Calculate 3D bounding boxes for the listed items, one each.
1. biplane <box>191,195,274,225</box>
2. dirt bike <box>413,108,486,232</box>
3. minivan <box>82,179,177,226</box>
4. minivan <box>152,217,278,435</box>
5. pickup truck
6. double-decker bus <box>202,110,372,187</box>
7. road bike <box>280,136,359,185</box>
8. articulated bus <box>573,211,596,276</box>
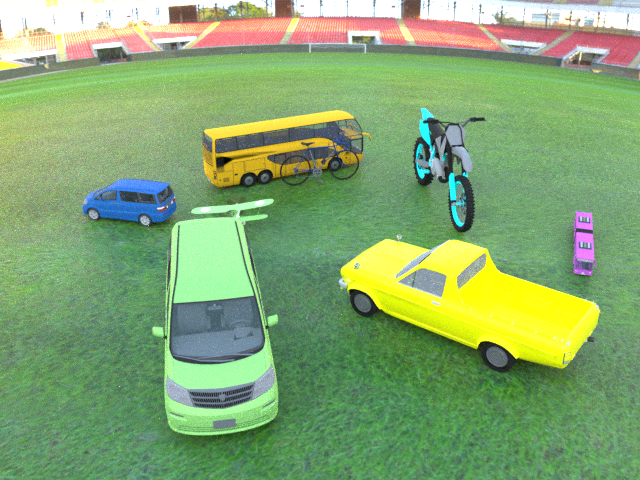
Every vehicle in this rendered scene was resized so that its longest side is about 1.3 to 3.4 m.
[{"bbox_3d":[-1.415,-0.340,11.132,1.336,0.504,1.090,2,27,3],"label":"biplane"},{"bbox_3d":[2.091,-1.347,11.831,1.024,1.666,2.903,-4,27,-8],"label":"dirt bike"},{"bbox_3d":[-3.202,-0.669,11.657,1.548,0.616,0.681,7,28,13],"label":"minivan"},{"bbox_3d":[-1.203,0.852,8.027,1.324,1.197,3.011,-5,27,-9],"label":"minivan"},{"bbox_3d":[1.759,0.645,8.659,3.117,0.993,1.244,19,33,33],"label":"pickup truck"},{"bbox_3d":[-0.605,-1.762,13.322,3.251,1.052,0.756,-13,30,-24],"label":"double-decker bus"},{"bbox_3d":[0.002,-1.458,12.946,1.545,0.852,0.358,-8,28,-15],"label":"road bike"},{"bbox_3d":[4.008,0.021,10.662,0.311,0.289,1.749,8,28,16],"label":"articulated bus"}]
